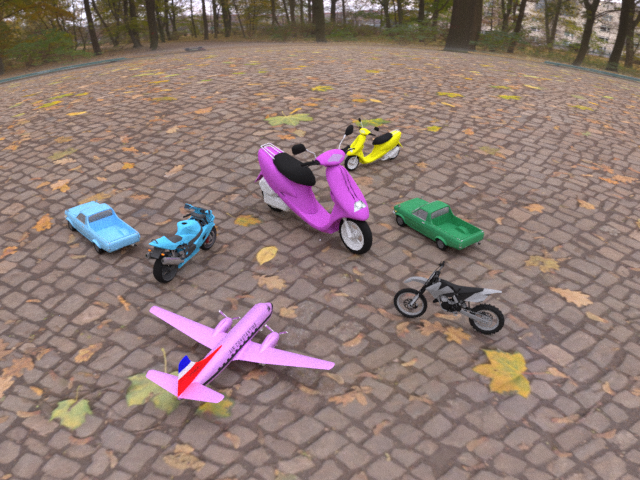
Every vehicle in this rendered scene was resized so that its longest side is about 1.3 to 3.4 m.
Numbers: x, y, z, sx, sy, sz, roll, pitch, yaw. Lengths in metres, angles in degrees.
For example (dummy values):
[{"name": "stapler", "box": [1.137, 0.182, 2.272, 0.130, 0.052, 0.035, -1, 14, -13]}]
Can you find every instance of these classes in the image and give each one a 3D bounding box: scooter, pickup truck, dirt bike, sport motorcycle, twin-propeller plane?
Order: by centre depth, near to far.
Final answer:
[{"name": "twin-propeller plane", "box": [-1.121, 1.234, 8.594, 2.663, 0.792, 2.129, 14, 33, 22]}, {"name": "dirt bike", "box": [1.710, 0.791, 9.278, 1.493, 0.857, 0.527, 10, 32, 17]}, {"name": "sport motorcycle", "box": [-2.042, 0.027, 10.600, 0.506, 0.821, 1.520, 15, 34, 23]}, {"name": "scooter", "box": [-0.149, -0.952, 11.303, 1.288, 1.786, 2.721, -26, 39, -36]}, {"name": "pickup truck", "box": [-3.565, -0.261, 11.390, 0.640, 0.511, 1.603, -25, 39, -35]}, {"name": "pickup truck", "box": [1.919, -0.314, 11.479, 0.640, 0.511, 1.603, -21, 37, -31]}, {"name": "scooter", "box": [1.065, -1.909, 13.766, 1.399, 0.919, 0.662, -18, 35, -27]}]
